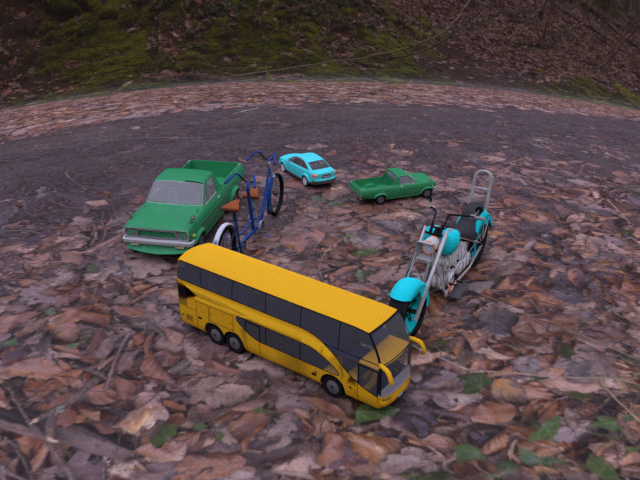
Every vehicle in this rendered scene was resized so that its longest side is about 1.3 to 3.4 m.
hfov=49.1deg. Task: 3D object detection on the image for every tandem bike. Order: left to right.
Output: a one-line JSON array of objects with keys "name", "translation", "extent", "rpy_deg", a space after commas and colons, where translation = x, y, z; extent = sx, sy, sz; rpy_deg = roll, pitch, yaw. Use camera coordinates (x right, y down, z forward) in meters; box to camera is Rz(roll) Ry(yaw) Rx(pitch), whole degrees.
[{"name": "tandem bike", "translation": [-1.101, -0.545, 11.168], "extent": [0.550, 1.326, 3.192], "rpy_deg": [7, 26, 14]}]

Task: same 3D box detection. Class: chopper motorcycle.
[{"name": "chopper motorcycle", "translation": [1.703, 0.128, 9.576], "extent": [0.906, 1.480, 3.040], "rpy_deg": [15, 29, 28]}]

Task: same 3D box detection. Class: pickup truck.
[{"name": "pickup truck", "translation": [-2.225, -0.725, 11.934], "extent": [1.244, 0.993, 3.117], "rpy_deg": [4, 26, 9]}, {"name": "pickup truck", "translation": [1.383, -1.055, 13.189], "extent": [1.603, 0.511, 0.640], "rpy_deg": [-9, 27, -18]}]

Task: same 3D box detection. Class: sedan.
[{"name": "sedan", "translation": [-0.280, -1.518, 14.192], "extent": [0.635, 0.483, 1.613], "rpy_deg": [-15, 29, -28]}]

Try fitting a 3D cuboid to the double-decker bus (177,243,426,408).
[{"name": "double-decker bus", "translation": [-0.356, 0.963, 8.320], "extent": [3.251, 1.052, 0.756], "rpy_deg": [17, 30, 32]}]
